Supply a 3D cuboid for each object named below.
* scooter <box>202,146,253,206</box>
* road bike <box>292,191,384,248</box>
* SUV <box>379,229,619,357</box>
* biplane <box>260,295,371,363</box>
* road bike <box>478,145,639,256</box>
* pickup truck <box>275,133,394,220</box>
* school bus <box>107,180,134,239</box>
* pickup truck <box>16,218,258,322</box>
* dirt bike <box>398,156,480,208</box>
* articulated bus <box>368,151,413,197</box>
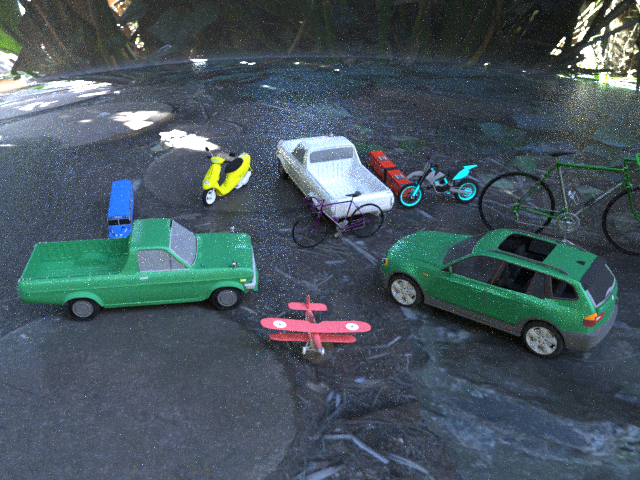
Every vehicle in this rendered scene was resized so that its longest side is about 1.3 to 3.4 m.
[{"bbox_3d":[-1.656,-1.225,12.450,0.662,0.919,1.399,16,32,27],"label":"scooter"},{"bbox_3d":[0.293,-0.338,10.871,1.545,0.852,0.358,-10,30,-18],"label":"road bike"},{"bbox_3d":[2.271,0.452,9.111,3.058,1.128,1.276,18,33,30],"label":"SUV"},{"bbox_3d":[-0.068,1.069,8.622,1.336,0.504,1.090,-4,29,-8],"label":"biplane"},{"bbox_3d":[3.936,-0.621,10.549,3.004,1.656,0.697,8,29,14],"label":"road bike"},{"bbox_3d":[0.170,-1.233,12.387,1.244,0.993,3.117,-10,30,-18],"label":"pickup truck"},{"bbox_3d":[-3.280,-0.461,11.541,0.365,0.434,1.708,-6,29,-10],"label":"school bus"},{"bbox_3d":[-2.409,0.313,9.512,3.117,0.993,1.244,-4,28,-7],"label":"pickup truck"},{"bbox_3d":[2.064,-0.975,12.050,1.493,0.857,0.527,-6,29,-11],"label":"dirt bike"},{"bbox_3d":[1.312,-1.257,13.175,0.311,0.289,1.749,-7,29,-13],"label":"articulated bus"}]
